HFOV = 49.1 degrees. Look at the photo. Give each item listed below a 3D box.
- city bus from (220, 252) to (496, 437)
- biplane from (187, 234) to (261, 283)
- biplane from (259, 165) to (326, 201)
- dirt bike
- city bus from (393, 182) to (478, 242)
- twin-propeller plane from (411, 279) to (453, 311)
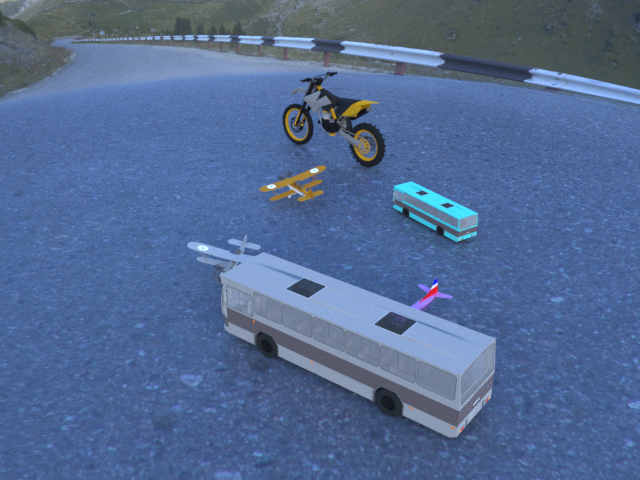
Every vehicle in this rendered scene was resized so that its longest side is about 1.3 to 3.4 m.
[{"bbox_3d":[0.310,1.113,7.978,3.255,0.894,0.926,19,32,33],"label":"city bus"},{"bbox_3d":[-1.204,0.266,10.153,1.336,0.504,1.090,5,27,10],"label":"biplane"},{"bbox_3d":[-0.400,-0.922,12.581,1.336,0.504,1.090,-14,30,-27],"label":"biplane"},{"bbox_3d":[0.219,-2.564,14.616,2.903,1.666,1.024,23,34,39],"label":"dirt bike"},{"bbox_3d":[1.894,-0.475,11.717,0.476,0.460,1.674,-16,30,-29],"label":"city bus"},{"bbox_3d":[1.235,0.857,9.054,1.370,0.407,1.095,20,33,36],"label":"twin-propeller plane"}]
